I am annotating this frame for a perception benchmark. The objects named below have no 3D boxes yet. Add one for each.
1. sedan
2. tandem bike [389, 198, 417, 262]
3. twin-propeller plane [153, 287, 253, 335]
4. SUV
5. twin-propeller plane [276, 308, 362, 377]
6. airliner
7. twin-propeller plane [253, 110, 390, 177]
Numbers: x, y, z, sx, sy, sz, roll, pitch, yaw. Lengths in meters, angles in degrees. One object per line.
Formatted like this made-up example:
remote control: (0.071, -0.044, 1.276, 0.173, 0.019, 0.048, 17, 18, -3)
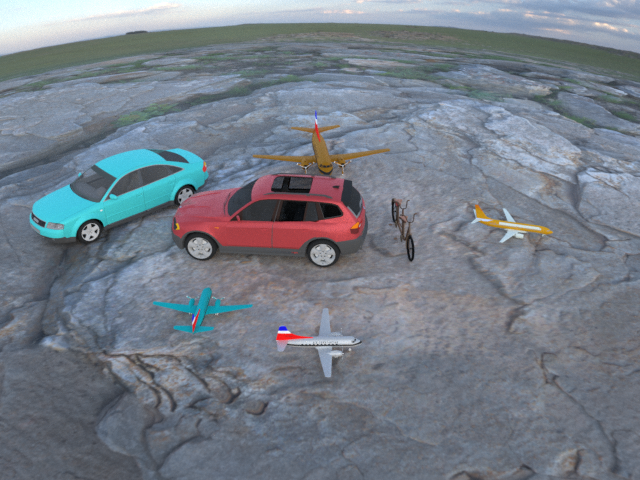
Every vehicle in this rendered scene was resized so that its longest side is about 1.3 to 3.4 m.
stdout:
sedan: (-3.373, -0.891, 11.895, 3.137, 0.940, 1.235, -26, 40, -36)
tandem bike: (1.320, -0.302, 11.165, 0.283, 0.682, 1.642, -3, 31, -5)
twin-propeller plane: (-1.602, 0.898, 9.431, 1.370, 0.407, 1.095, 1, 31, 2)
SUV: (-0.778, -0.403, 10.899, 3.058, 1.128, 1.276, 3, 31, 5)
twin-propeller plane: (-0.009, 1.246, 8.850, 1.095, 0.407, 1.370, 0, 31, -1)
airliner: (3.144, -0.313, 11.427, 1.307, 0.429, 1.161, 8, 32, 13)
twin-propeller plane: (0.017, -1.824, 13.593, 2.663, 0.792, 2.129, -3, 31, -6)
